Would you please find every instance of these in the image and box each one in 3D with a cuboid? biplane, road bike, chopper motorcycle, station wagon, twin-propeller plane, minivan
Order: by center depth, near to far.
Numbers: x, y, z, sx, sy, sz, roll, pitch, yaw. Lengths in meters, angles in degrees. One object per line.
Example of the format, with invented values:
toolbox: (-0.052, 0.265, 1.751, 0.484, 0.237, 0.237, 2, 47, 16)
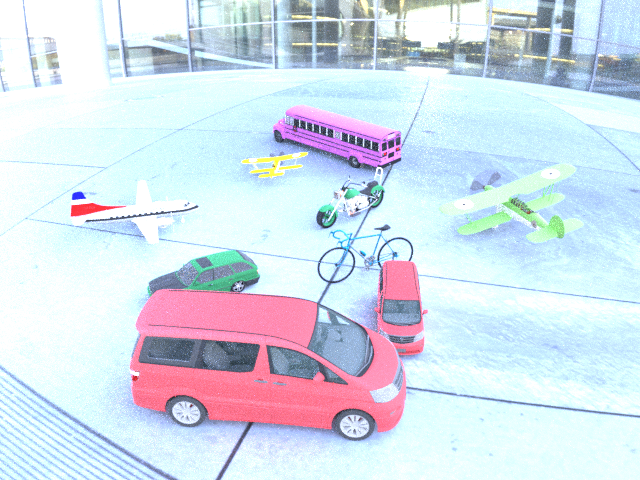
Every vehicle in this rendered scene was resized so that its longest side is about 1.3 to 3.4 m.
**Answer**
minivan: (-0.541, 1.312, 7.782, 3.011, 1.197, 1.324, 3, 27, 6)
minivan: (1.060, 0.874, 9.276, 0.681, 0.616, 1.548, 2, 27, 4)
station wagon: (-1.688, 0.532, 10.099, 1.597, 0.473, 0.682, -14, 30, -26)
road bike: (0.690, 0.186, 10.361, 1.545, 0.852, 0.358, -9, 28, -17)
biplane: (3.262, -0.473, 11.507, 2.598, 0.981, 2.120, -11, 29, -21)
twin-propeller plane: (-3.124, -0.556, 11.876, 2.129, 0.792, 2.663, -8, 28, -15)
chopper motorcycle: (0.557, -0.748, 12.285, 1.563, 0.761, 0.466, -22, 34, -36)
biplane: (-0.925, -1.443, 13.924, 1.336, 0.504, 1.090, 2, 27, 4)

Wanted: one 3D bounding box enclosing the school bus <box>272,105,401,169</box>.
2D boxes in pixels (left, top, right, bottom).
school bus: (0.257, -2.280, 15.188, 3.322, 0.844, 0.709, 23, 35, 38)
